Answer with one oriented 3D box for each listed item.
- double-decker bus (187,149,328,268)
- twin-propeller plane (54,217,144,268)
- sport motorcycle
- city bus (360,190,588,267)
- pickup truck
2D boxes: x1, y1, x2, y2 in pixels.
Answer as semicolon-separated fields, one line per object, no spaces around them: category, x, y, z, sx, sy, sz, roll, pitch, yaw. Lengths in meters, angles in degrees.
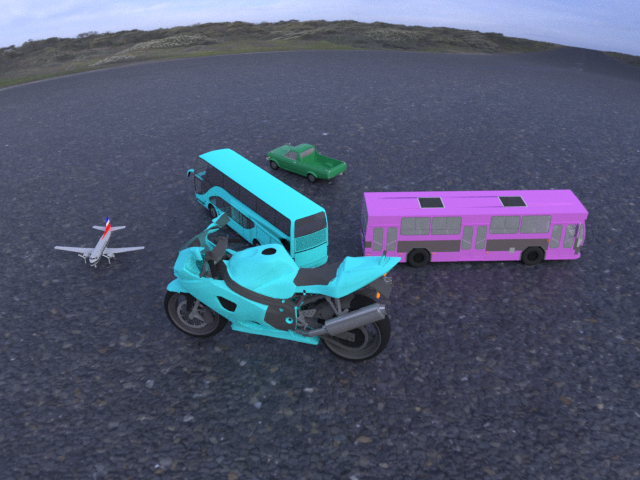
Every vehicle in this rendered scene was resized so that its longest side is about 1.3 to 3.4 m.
double-decker bus;-1.050;-0.551;11.128;0.756;1.052;3.251;-19;35;-30
twin-propeller plane;-3.360;0.041;10.741;1.370;0.407;1.095;0;30;0
sport motorcycle;-0.534;0.655;8.464;2.955;1.596;0.983;6;30;11
city bus;2.272;-0.177;10.632;3.255;0.894;0.926;-1;30;-2
pickup truck;-0.275;-1.523;13.379;1.603;0.511;0.640;22;36;33
